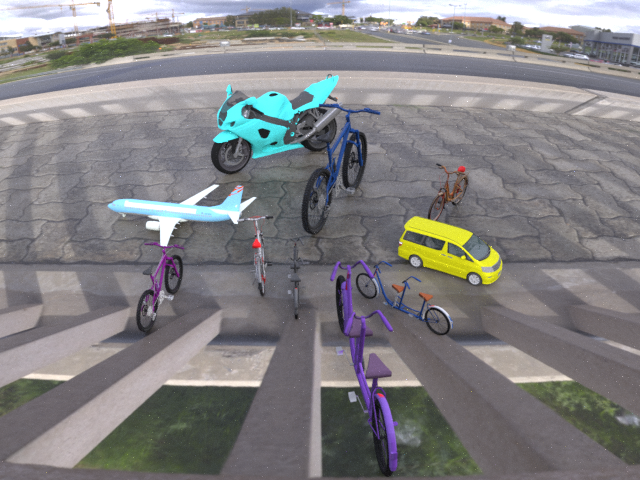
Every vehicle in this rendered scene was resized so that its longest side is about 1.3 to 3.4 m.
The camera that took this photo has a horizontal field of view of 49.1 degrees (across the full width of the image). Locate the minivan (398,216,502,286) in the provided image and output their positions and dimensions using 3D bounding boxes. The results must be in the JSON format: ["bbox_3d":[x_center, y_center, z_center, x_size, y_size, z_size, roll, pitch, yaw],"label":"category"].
[{"bbox_3d":[1.965,0.148,10.502,1.548,0.616,0.681,17,34,27],"label":"minivan"}]

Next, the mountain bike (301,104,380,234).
[{"bbox_3d":[0.305,-1.295,11.948,1.114,1.688,2.857,12,32,20],"label":"mountain bike"}]

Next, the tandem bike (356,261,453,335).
[{"bbox_3d":[1.104,0.739,9.400,1.642,0.682,0.283,25,38,37],"label":"tandem bike"}]

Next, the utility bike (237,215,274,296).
[{"bbox_3d":[-0.919,0.160,10.148,0.535,0.946,1.435,-2,30,-3],"label":"utility bike"}]

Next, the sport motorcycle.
[{"bbox_3d":[-0.843,-2.303,13.805,2.955,1.596,0.983,-19,35,-30],"label":"sport motorcycle"}]

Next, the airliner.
[{"bbox_3d":[-2.416,-0.643,11.666,2.541,0.835,2.257,7,30,12],"label":"airliner"}]

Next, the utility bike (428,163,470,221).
[{"bbox_3d":[2.270,-0.868,11.949,0.535,0.946,1.435,20,35,31],"label":"utility bike"}]

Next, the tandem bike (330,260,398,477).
[{"bbox_3d":[0.470,1.202,7.940,0.550,1.326,3.192,-4,30,-7],"label":"tandem bike"}]

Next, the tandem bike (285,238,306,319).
[{"bbox_3d":[-0.345,0.461,9.888,0.283,0.682,1.642,-1,30,-2],"label":"tandem bike"}]

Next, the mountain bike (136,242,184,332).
[{"bbox_3d":[-2.170,0.574,9.501,0.573,0.868,1.469,6,30,10],"label":"mountain bike"}]
